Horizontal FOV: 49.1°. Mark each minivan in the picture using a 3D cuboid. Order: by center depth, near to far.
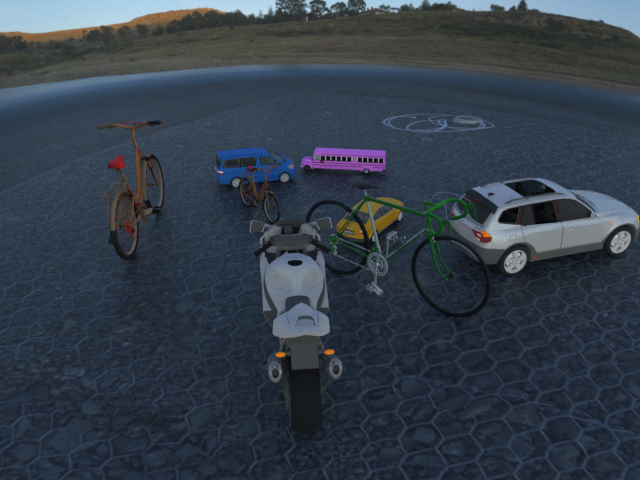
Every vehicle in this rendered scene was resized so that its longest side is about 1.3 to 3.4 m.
[{"bbox_3d":[-1.242,-1.438,13.513,1.548,0.616,0.681,-8,28,-15],"label":"minivan"}]

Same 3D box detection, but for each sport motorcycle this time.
[{"bbox_3d":[-0.271,0.805,7.975,0.983,1.596,2.955,-3,27,-5],"label":"sport motorcycle"}]

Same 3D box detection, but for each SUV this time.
[{"bbox_3d":[3.476,-0.356,10.797,3.058,1.128,1.276,-9,28,-17],"label":"SUV"}]

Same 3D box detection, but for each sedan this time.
[{"bbox_3d":[0.869,-0.422,11.645,0.635,0.483,1.613,16,31,29],"label":"sedan"}]

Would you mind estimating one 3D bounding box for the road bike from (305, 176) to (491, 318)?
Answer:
[{"bbox_3d":[0.962,0.003,9.501,3.004,1.656,0.696,19,33,34],"label":"road bike"}]

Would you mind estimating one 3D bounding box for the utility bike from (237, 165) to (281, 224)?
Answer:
[{"bbox_3d":[-1.025,-0.894,12.068,0.535,0.946,1.435,-17,32,-31],"label":"utility bike"}]

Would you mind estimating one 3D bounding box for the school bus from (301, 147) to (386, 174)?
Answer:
[{"bbox_3d":[0.469,-1.594,14.024,1.708,0.434,0.365,4,27,7],"label":"school bus"}]

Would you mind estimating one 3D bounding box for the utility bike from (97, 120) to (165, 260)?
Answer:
[{"bbox_3d":[-3.023,-0.915,11.117,1.039,1.839,2.791,1,27,3],"label":"utility bike"}]
